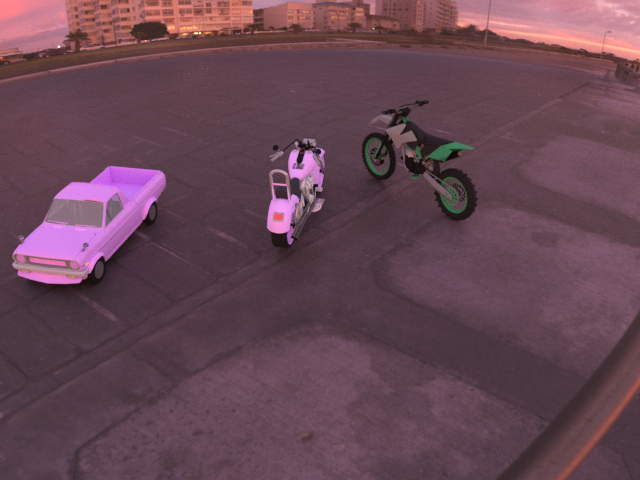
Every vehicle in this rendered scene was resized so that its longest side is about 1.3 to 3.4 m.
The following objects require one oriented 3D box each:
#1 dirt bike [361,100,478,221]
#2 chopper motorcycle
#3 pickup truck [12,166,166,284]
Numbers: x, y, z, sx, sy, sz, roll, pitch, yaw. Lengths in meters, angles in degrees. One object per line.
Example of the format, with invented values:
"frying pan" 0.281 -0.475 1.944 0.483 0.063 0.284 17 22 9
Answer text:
"dirt bike" 1.683 -1.494 12.333 1.024 1.666 2.903 -20 35 -31
"chopper motorcycle" -0.326 -1.040 11.724 0.906 1.480 3.040 6 30 10
"pickup truck" -3.550 -0.413 11.115 1.244 0.993 3.117 6 30 10
